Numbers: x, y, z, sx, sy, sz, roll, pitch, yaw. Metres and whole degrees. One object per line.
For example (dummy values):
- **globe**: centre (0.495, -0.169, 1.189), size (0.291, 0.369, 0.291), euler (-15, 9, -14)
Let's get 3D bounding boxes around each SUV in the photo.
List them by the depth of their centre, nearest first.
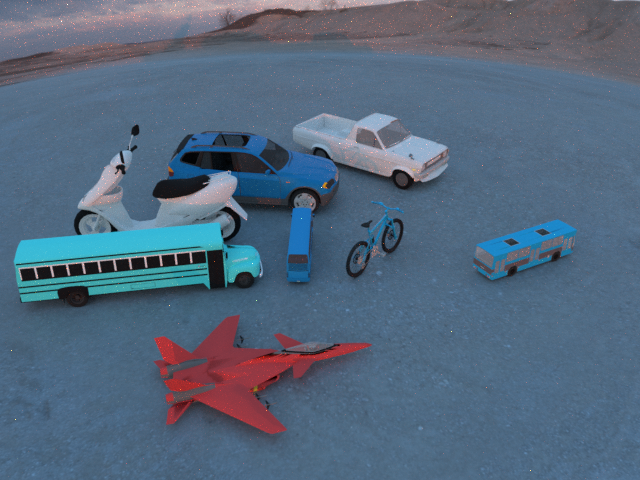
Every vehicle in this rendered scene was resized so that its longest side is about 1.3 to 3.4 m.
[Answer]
- **SUV**: centre (-1.180, -1.251, 12.411), size (3.058, 1.128, 1.276), euler (3, 29, 5)

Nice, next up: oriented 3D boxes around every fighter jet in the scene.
- **fighter jet**: centre (-0.599, 1.369, 8.328), size (2.640, 0.557, 2.229), euler (-9, 31, -16)

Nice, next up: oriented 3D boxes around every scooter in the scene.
- **scooter**: centre (-2.515, -0.739, 10.827), size (2.721, 1.786, 1.288), euler (-2, 29, -3)

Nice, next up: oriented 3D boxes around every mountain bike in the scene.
- **mountain bike**: centre (0.849, -0.026, 10.496), size (0.573, 0.868, 1.469), euler (21, 36, 33)

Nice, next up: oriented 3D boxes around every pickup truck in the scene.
- **pickup truck**: centre (0.961, -1.926, 13.752), size (3.117, 0.993, 1.244), euler (20, 35, 32)

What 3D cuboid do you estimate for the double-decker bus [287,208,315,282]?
- **double-decker bus**: centre (-0.296, 0.029, 10.732), size (0.389, 0.541, 1.672), euler (1, 29, 1)

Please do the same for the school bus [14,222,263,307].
- **school bus**: centre (-2.488, 0.316, 9.910), size (3.322, 0.844, 0.709), euler (-6, 30, -10)

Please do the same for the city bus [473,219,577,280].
- **city bus**: centre (3.109, 0.154, 10.592), size (1.674, 0.460, 0.476), euler (-15, 33, -25)
